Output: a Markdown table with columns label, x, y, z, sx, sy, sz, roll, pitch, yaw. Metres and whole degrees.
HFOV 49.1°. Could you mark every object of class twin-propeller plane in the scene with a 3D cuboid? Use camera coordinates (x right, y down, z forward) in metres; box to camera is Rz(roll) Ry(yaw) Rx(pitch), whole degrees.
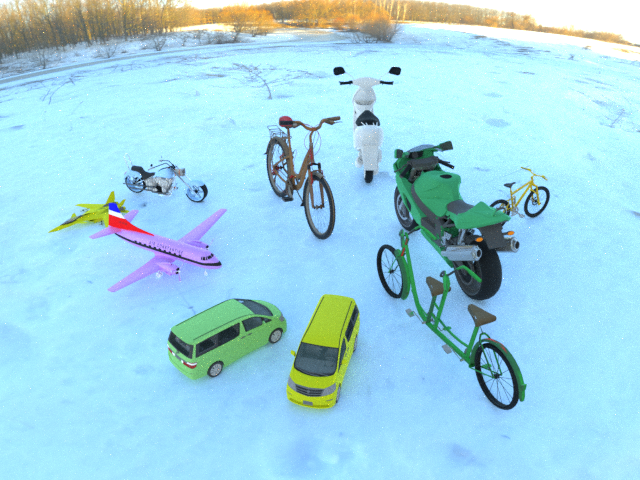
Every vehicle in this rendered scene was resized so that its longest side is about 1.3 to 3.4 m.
| label | x | y | z | sx | sy | sz | roll | pitch | yaw |
| --- | --- | --- | --- | --- | --- | --- | --- | --- | --- |
| twin-propeller plane | -2.349 | -0.003 | 10.423 | 2.129 | 0.792 | 2.663 | 15 | 34 | 24 |

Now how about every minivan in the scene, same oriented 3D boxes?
| label | x | y | z | sx | sy | sz | roll | pitch | yaw |
| --- | --- | --- | --- | --- | --- | --- | --- | --- | --- |
| minivan | -1.121 | 1.122 | 8.700 | 1.548 | 0.616 | 0.681 | -25 | 39 | -36 |
| minivan | 0.061 | 1.305 | 8.391 | 0.681 | 0.616 | 1.548 | 8 | 32 | 13 |

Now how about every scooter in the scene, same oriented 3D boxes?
| label | x | y | z | sx | sy | sz | roll | pitch | yaw |
| --- | --- | --- | --- | --- | --- | --- | --- | --- | --- |
| scooter | 0.892 | -2.335 | 13.380 | 1.288 | 1.786 | 2.721 | 0 | 31 | 0 |

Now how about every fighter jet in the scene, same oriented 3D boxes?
| label | x | y | z | sx | sy | sz | roll | pitch | yaw |
| --- | --- | --- | --- | --- | --- | --- | --- | --- | --- |
| fighter jet | -3.891 | -0.425 | 11.629 | 1.358 | 0.286 | 1.147 | -25 | 39 | -36 |

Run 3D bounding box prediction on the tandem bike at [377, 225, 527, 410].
| label | x | y | z | sx | sy | sz | roll | pitch | yaw |
| --- | --- | --- | --- | --- | --- | --- | --- | --- | --- |
| tandem bike | 1.495 | 0.767 | 8.602 | 0.550 | 1.326 | 3.192 | -13 | 33 | -21 |

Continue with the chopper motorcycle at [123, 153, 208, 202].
| label | x | y | z | sx | sy | sz | roll | pitch | yaw |
| --- | --- | --- | --- | --- | --- | --- | --- | --- | --- |
| chopper motorcycle | -2.735 | -1.093 | 12.292 | 1.563 | 0.761 | 0.466 | 8 | 32 | 13 |

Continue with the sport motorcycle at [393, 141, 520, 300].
| label | x | y | z | sx | sy | sz | roll | pitch | yaw |
| --- | --- | --- | --- | --- | --- | --- | --- | --- | --- |
| sport motorcycle | 1.821 | -0.373 | 10.259 | 0.983 | 1.596 | 2.955 | -11 | 32 | -18 |

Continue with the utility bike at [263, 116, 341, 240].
| label | x | y | z | sx | sy | sz | roll | pitch | yaw |
| --- | --- | --- | --- | --- | --- | --- | --- | --- | --- |
| utility bike | -0.295 | -1.283 | 11.555 | 1.039 | 1.839 | 2.791 | -14 | 33 | -22 |

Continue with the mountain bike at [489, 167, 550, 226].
| label | x | y | z | sx | sy | sz | roll | pitch | yaw |
| --- | --- | --- | --- | --- | --- | --- | --- | --- | --- |
| mountain bike | 3.248 | -0.649 | 11.438 | 1.469 | 0.868 | 0.573 | -17 | 35 | -27 |
